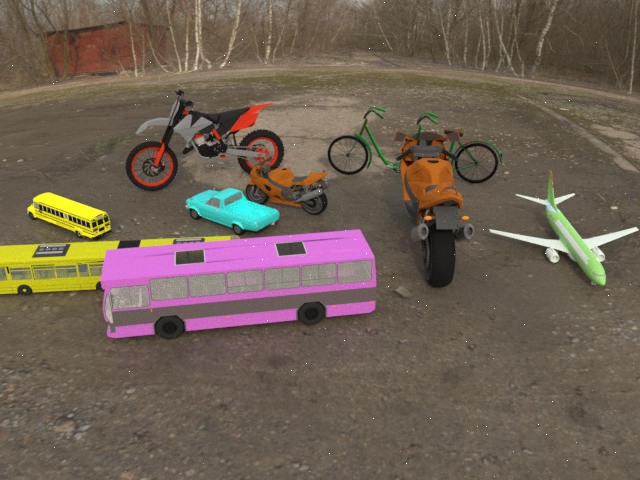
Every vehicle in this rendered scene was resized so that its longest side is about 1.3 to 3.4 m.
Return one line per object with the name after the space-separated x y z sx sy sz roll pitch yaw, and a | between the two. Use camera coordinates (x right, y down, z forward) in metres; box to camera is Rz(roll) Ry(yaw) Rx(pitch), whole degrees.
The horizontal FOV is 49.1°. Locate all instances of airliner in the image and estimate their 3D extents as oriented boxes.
3.696 -0.194 10.249 2.257 0.835 2.541 -1 27 -2 | airliner

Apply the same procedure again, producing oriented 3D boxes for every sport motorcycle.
-0.559 -0.885 11.638 1.520 0.821 0.506 10 28 20 | sport motorcycle
1.600 -0.558 10.125 0.983 1.596 2.955 0 27 0 | sport motorcycle

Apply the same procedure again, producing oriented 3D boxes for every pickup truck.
-1.424 -0.514 11.244 1.603 0.511 0.640 19 32 32 | pickup truck

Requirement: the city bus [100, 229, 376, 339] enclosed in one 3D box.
-0.976 0.554 8.696 3.255 0.894 0.926 -5 27 -9 | city bus

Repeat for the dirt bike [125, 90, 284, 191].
-2.023 -1.781 12.476 2.903 1.666 1.024 -10 28 -19 | dirt bike

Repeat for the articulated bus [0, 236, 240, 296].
-2.768 0.334 9.505 3.401 0.561 0.605 -3 27 -5 | articulated bus

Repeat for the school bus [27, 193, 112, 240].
-4.028 -0.402 11.108 1.708 0.434 0.365 17 31 30 | school bus

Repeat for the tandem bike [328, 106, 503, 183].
1.713 -1.724 12.743 3.192 1.326 0.550 5 27 9 | tandem bike
